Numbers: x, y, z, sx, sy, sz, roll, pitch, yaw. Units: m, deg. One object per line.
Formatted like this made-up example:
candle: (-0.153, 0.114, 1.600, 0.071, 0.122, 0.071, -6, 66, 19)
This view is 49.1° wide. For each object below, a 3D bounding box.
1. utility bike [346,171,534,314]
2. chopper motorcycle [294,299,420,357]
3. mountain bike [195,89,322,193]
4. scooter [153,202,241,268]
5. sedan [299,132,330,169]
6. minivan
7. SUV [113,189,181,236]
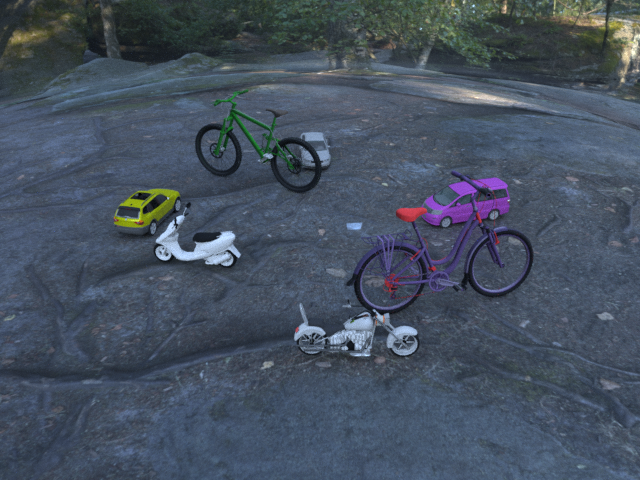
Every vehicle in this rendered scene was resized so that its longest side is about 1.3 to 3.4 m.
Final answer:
utility bike: (1.667, 0.041, 9.574, 2.791, 1.839, 1.039, -7, 28, -14)
chopper motorcycle: (0.462, 1.113, 8.674, 1.563, 0.761, 0.466, 0, 27, -1)
mountain bike: (-1.239, -1.868, 13.437, 2.857, 1.688, 1.114, 14, 30, 24)
scooter: (-1.912, -0.025, 10.706, 1.399, 0.919, 0.662, 5, 28, 9)
sedan: (-0.116, -1.967, 14.941, 0.635, 0.483, 1.613, -2, 27, -4)
minivan: (2.546, -0.673, 12.290, 1.548, 0.616, 0.681, -9, 29, -16)
SUV: (-2.982, -0.581, 12.151, 0.656, 0.580, 1.572, 7, 28, 13)
